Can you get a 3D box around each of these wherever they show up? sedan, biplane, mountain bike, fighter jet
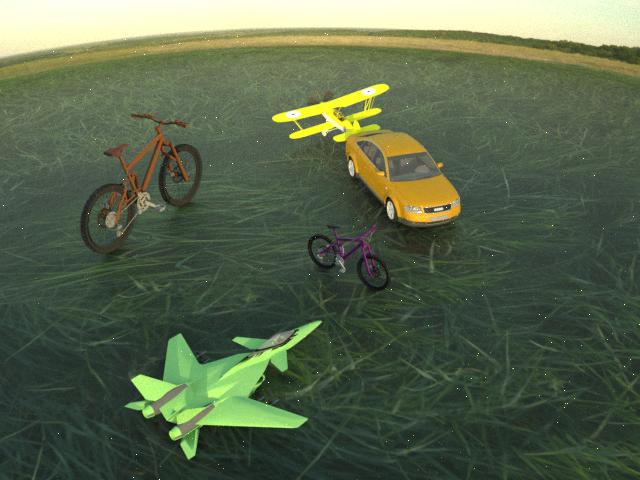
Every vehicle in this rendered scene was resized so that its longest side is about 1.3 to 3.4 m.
[{"bbox_3d":[1.413,-1.253,12.402,1.235,0.940,3.137,-10,31,-16],"label":"sedan"},{"bbox_3d":[0.363,-2.471,14.459,2.598,0.981,2.120,-12,32,-19],"label":"biplane"},{"bbox_3d":[-2.794,-0.975,11.179,1.114,1.688,2.857,15,33,24],"label":"mountain bike"},{"bbox_3d":[-0.871,1.397,8.219,2.229,0.557,2.640,25,38,36],"label":"fighter jet"},{"bbox_3d":[0.397,0.186,9.995,1.469,0.868,0.573,22,37,33],"label":"mountain bike"}]
